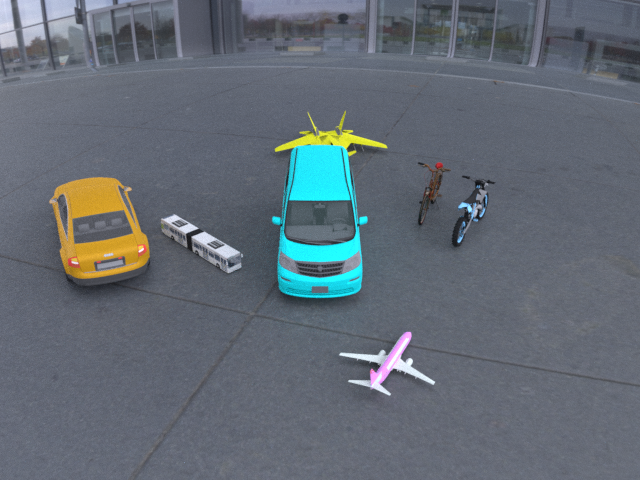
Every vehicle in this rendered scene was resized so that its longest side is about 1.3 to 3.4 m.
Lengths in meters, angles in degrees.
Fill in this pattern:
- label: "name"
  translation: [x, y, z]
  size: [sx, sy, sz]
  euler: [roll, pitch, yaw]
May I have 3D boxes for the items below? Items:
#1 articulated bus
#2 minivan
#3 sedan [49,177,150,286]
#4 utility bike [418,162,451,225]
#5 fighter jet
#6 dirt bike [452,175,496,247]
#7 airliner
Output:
- label: "articulated bus"
  translation: [-1.812, 0.036, 10.546]
  size: [0.311, 0.289, 1.749]
  euler: [-25, 38, -37]
- label: "minivan"
  translation: [-0.005, -0.352, 10.310]
  size: [1.324, 1.197, 3.011]
  euler: [0, 29, 0]
- label: "sedan"
  translation: [-3.378, -0.348, 10.569]
  size: [1.235, 0.940, 3.137]
  euler: [-11, 31, -20]
- label: "utility bike"
  translation: [1.884, -0.867, 11.497]
  size: [0.535, 0.946, 1.435]
  euler: [11, 31, 19]
- label: "fighter jet"
  translation: [0.241, -1.843, 13.657]
  size: [2.229, 0.557, 2.640]
  euler: [-2, 29, -4]
- label: "dirt bike"
  translation: [2.379, -0.512, 10.949]
  size: [0.527, 0.857, 1.493]
  euler: [16, 33, 26]
- label: "airliner"
  translation: [0.820, 1.321, 8.085]
  size: [1.161, 0.429, 1.307]
  euler: [14, 32, 23]
